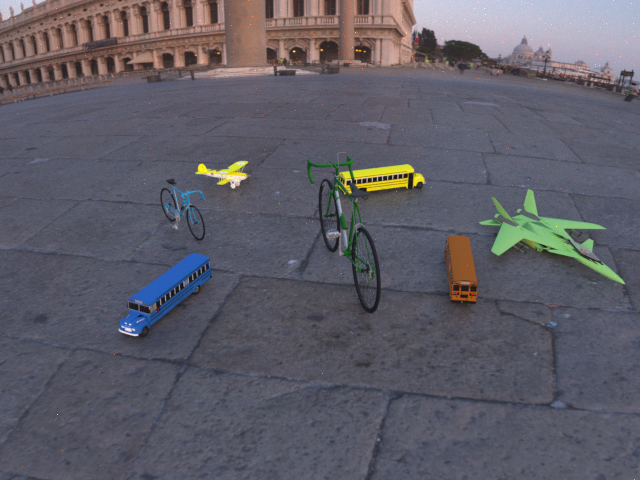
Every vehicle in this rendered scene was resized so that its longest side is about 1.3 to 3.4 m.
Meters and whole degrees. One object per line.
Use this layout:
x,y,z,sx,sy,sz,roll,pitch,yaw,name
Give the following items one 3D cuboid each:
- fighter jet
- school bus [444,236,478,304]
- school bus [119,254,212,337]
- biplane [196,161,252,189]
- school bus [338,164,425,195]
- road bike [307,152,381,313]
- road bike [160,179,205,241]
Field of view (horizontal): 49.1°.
3.778,-0.050,10.977,2.229,0.557,2.640,-12,28,-23,fighter jet
2.048,0.374,10.250,0.365,0.434,1.708,3,26,6,school bus
-2.088,0.732,9.521,0.365,0.434,1.708,12,28,22,school bus
-1.846,-1.284,13.557,1.090,0.504,1.336,7,27,13,biplane
1.200,-1.153,13.370,1.708,0.434,0.365,-8,27,-17,school bus
0.375,-0.211,10.057,0.696,1.656,3.004,-7,27,-13,road bike
-2.317,-0.557,11.677,0.358,0.852,1.545,-19,32,-34,road bike
